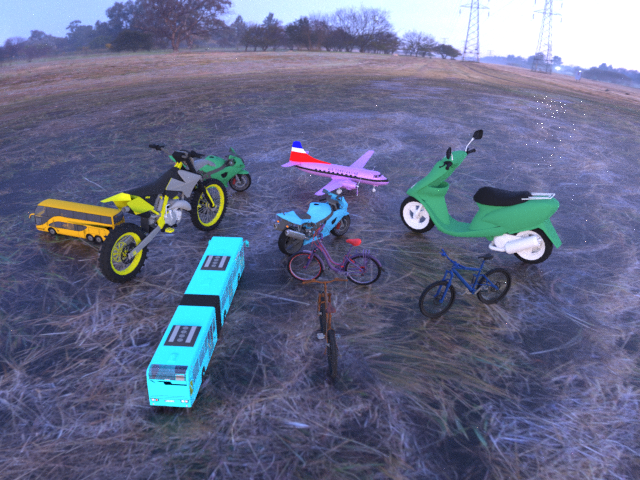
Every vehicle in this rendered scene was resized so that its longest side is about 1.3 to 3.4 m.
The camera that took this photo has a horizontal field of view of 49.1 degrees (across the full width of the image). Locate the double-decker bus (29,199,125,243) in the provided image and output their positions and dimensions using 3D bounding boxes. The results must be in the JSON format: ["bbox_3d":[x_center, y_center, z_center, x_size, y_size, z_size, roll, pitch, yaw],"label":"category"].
[{"bbox_3d":[-4.039,-0.325,11.691,1.672,0.541,0.389,9,28,17],"label":"double-decker bus"}]

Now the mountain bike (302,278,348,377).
[{"bbox_3d":[0.093,1.004,8.640,0.573,0.868,1.469,-3,26,-6],"label":"mountain bike"}]

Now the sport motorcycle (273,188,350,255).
[{"bbox_3d":[-0.081,-0.288,11.301,1.520,0.821,0.506,-21,33,-35],"label":"sport motorcycle"}]

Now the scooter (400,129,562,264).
[{"bbox_3d":[2.491,-0.679,11.002,2.721,1.786,1.288,17,31,31],"label":"scooter"}]

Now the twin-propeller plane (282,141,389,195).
[{"bbox_3d":[0.350,-1.424,13.628,2.129,0.792,2.663,12,29,23],"label":"twin-propeller plane"}]

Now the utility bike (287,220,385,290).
[{"bbox_3d":[0.223,0.258,10.059,1.435,0.946,0.535,3,26,6],"label":"utility bike"}]

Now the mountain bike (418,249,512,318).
[{"bbox_3d":[1.994,0.580,9.496,1.469,0.868,0.573,-11,28,-20],"label":"mountain bike"}]

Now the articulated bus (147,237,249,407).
[{"bbox_3d":[-1.518,0.908,9.179,0.605,0.561,3.401,2,26,4],"label":"articulated bus"}]

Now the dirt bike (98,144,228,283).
[{"bbox_3d":[-2.374,-0.537,10.851,1.024,1.666,2.903,14,30,27],"label":"dirt bike"}]

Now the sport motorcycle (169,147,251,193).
[{"bbox_3d":[-2.075,-1.287,13.318,1.520,0.821,0.506,-3,26,-5],"label":"sport motorcycle"}]
